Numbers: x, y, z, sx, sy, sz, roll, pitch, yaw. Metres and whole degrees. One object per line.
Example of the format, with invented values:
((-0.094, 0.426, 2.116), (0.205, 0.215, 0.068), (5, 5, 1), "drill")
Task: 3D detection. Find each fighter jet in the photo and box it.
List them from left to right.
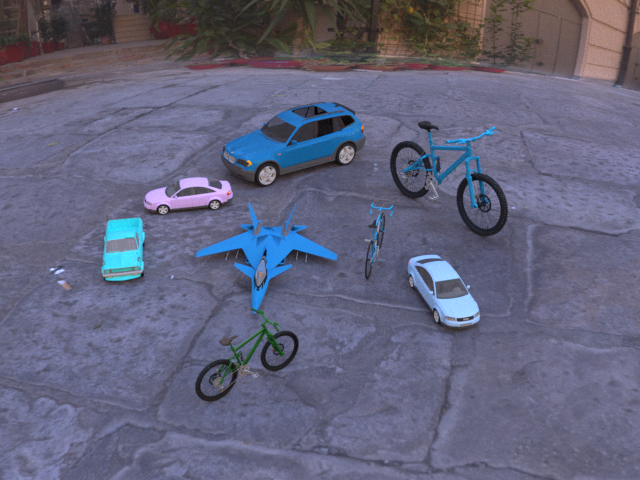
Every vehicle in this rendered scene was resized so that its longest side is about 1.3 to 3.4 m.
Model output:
((-0.858, 0.231, 10.836), (2.229, 0.557, 2.640), (1, 30, 2), "fighter jet")

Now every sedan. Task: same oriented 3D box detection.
((-2.414, -0.849, 12.816), (1.613, 0.483, 0.635), (-6, 30, -11), "sedan")
((1.773, 0.680, 10.118), (0.635, 0.483, 1.613), (-8, 30, -13), "sedan")

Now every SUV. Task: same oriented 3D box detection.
((-0.516, -2.039, 14.263), (3.058, 1.128, 1.276), (-18, 34, -29), "SUV")

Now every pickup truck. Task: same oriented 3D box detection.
((-3.130, 0.081, 11.149), (0.640, 0.511, 1.603), (-6, 30, -10), "pickup truck")

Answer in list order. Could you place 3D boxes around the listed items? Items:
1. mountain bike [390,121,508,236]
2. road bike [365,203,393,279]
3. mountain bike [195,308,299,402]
((2.192, -1.208, 12.228), (1.114, 1.688, 2.857), (-19, 35, -30), "mountain bike")
((0.877, -0.031, 11.000), (0.358, 0.852, 1.545), (7, 30, 13), "road bike")
((-0.862, 1.395, 8.466), (1.469, 0.868, 0.573), (-21, 36, -32), "mountain bike")
